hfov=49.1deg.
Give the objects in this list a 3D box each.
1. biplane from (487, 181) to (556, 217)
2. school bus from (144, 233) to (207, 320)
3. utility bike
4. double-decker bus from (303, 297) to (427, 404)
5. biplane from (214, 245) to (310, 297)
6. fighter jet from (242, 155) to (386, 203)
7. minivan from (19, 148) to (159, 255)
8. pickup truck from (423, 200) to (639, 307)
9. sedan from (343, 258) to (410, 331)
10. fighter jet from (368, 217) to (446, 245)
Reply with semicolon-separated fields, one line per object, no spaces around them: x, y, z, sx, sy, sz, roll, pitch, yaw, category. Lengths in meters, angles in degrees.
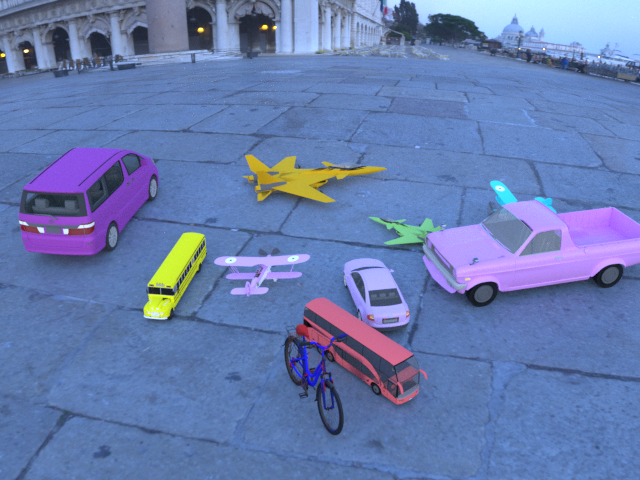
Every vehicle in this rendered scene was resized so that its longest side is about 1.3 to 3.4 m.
3.200;-0.475;11.110;1.090;0.504;1.336;-7;29;-14;biplane
-1.931;0.469;9.391;0.365;0.434;1.708;4;28;7;school bus
-0.048;1.298;7.263;0.535;0.946;1.435;-13;30;-23;utility bike
0.447;1.227;7.834;0.389;0.541;1.672;-21;35;-35;double-decker bus
-0.824;0.462;9.329;1.336;0.504;1.090;6;28;11;biplane
0.006;-1.275;12.575;2.640;0.557;2.229;-9;29;-17;fighter jet
-3.521;-0.813;11.010;1.324;1.197;3.011;3;28;6;minivan
3.018;0.043;9.599;3.117;0.993;1.244;-7;29;-13;pickup truck
0.705;0.614;9.062;0.635;0.483;1.613;-5;28;-9;sedan
1.289;-0.235;10.888;1.358;0.286;1.147;23;35;36;fighter jet
